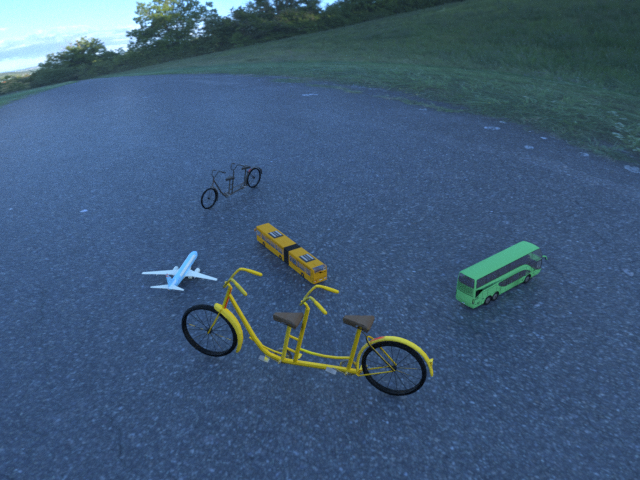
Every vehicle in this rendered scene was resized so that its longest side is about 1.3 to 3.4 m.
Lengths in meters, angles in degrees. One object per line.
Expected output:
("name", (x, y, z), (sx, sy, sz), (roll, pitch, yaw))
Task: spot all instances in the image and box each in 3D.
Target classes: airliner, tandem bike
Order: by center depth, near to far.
("tandem bike", (-0.231, 1.079, 8.276), (3.192, 1.326, 0.550), (9, 29, 16))
("airliner", (-2.072, 0.389, 10.511), (1.161, 0.429, 1.307), (4, 29, 8))
("tandem bike", (-1.629, -1.103, 13.025), (0.283, 0.682, 1.642), (20, 34, 32))

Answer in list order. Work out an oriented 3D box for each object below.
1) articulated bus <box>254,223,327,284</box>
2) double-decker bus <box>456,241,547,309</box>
("articulated bus", (-0.479, 0.189, 11.032), (0.311, 0.289, 1.749), (-18, 33, -30))
("double-decker bus", (2.657, 0.478, 10.228), (1.672, 0.541, 0.389), (-21, 35, -34))
